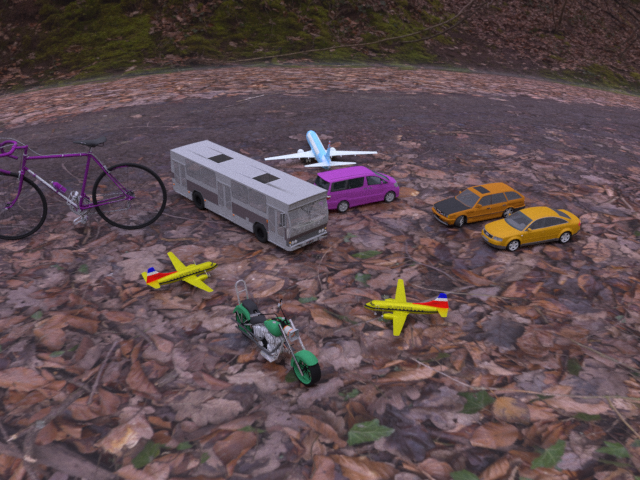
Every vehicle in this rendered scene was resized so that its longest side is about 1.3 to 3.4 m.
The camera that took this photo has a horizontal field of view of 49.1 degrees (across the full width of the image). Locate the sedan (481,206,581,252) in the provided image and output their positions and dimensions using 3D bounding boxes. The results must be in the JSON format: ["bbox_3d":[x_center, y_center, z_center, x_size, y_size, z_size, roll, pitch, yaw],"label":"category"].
[{"bbox_3d":[3.331,-0.225,11.048,1.613,0.483,0.635,-8,28,-16],"label":"sedan"}]

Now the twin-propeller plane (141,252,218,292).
[{"bbox_3d":[-1.927,0.437,9.840,1.095,0.407,1.370,-18,32,-31],"label":"twin-propeller plane"}]

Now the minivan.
[{"bbox_3d":[0.663,-0.952,12.320,1.548,0.616,0.681,-13,30,-23],"label":"minivan"}]

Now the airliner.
[{"bbox_3d":[-0.017,-1.962,14.049,2.257,0.835,2.541,-4,27,-9],"label":"airliner"}]

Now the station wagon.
[{"bbox_3d":[2.680,-0.633,11.853,1.597,0.473,0.682,-11,29,-20],"label":"station wagon"}]

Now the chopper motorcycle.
[{"bbox_3d":[-0.534,1.074,8.209,0.466,0.761,1.563,-21,34,-35],"label":"chopper motorcycle"}]

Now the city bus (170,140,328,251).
[{"bbox_3d":[-1.261,-0.778,11.674,0.926,0.894,3.255,-23,35,-37],"label":"city bus"}]

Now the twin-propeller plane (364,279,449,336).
[{"bbox_3d":[1.116,0.831,9.070,1.095,0.407,1.370,4,27,7],"label":"twin-propeller plane"}]

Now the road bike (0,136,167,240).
[{"bbox_3d":[-3.950,-0.827,10.937,3.004,1.656,0.697,-5,28,-10],"label":"road bike"}]
